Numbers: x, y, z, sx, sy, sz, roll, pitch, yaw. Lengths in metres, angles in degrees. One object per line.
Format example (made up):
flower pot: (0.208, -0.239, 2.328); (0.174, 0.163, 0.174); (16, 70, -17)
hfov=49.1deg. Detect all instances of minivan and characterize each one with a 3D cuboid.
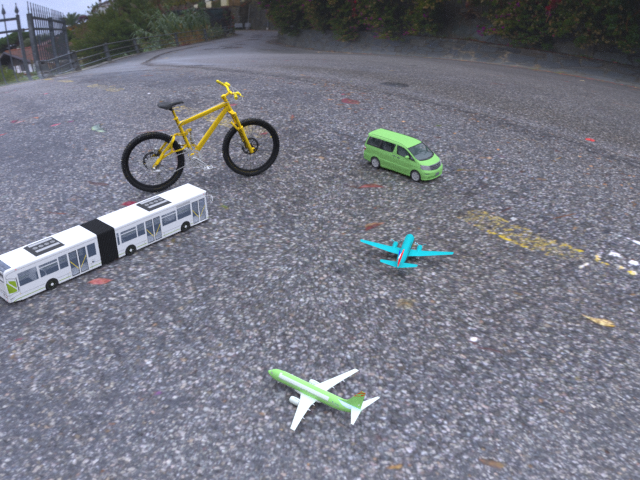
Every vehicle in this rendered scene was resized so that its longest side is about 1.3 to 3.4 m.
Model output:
minivan: (1.551, -1.586, 13.006); (1.548, 0.616, 0.681); (24, 37, 37)

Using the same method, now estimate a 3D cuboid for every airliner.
airliner: (-0.052, 1.540, 7.416); (1.307, 0.429, 1.161); (19, 34, 31)

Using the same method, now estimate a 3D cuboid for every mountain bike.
mountain bike: (-2.053, -1.766, 12.211); (2.857, 1.688, 1.114); (-12, 31, -21)

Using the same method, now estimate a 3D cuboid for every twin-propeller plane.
twin-propeller plane: (1.224, 0.114, 10.078); (1.370, 0.407, 1.095); (8, 29, 15)

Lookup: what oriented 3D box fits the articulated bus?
articulated bus: (-3.052, -0.039, 10.199); (0.605, 0.561, 3.401); (23, 36, 36)
